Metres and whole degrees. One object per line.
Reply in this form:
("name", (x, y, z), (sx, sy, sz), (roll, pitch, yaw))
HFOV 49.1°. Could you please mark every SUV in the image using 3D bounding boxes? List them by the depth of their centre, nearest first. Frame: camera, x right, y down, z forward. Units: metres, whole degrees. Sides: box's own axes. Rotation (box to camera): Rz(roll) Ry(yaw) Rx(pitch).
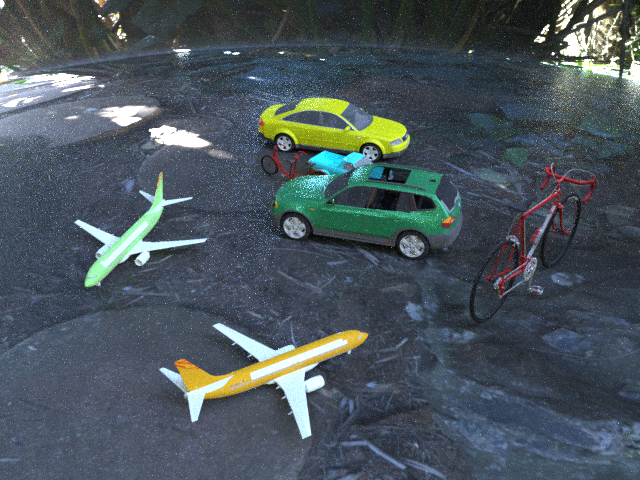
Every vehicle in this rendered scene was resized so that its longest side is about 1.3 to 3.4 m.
("SUV", (0.729, -0.601, 11.122), (3.058, 1.128, 1.276), (9, 31, 15))

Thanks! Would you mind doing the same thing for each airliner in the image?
("airliner", (-0.482, 1.317, 8.097), (2.541, 0.835, 2.257), (-17, 34, -27))
("airliner", (-2.916, -0.173, 10.673), (2.257, 0.835, 2.541), (8, 31, 14))

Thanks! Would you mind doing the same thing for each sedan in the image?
("sedan", (0.279, -2.338, 14.315), (3.137, 0.940, 1.235), (9, 31, 15))

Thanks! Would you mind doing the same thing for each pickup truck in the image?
("pickup truck", (0.561, -1.334, 13.006), (1.603, 0.511, 0.640), (19, 35, 30))

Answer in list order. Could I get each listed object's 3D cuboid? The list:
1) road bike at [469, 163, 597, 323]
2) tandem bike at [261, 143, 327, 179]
("road bike", (2.907, -0.008, 9.569), (0.696, 1.656, 3.004), (25, 38, 36))
("tandem bike", (-0.467, -1.350, 12.862), (1.642, 0.682, 0.283), (21, 36, 31))
